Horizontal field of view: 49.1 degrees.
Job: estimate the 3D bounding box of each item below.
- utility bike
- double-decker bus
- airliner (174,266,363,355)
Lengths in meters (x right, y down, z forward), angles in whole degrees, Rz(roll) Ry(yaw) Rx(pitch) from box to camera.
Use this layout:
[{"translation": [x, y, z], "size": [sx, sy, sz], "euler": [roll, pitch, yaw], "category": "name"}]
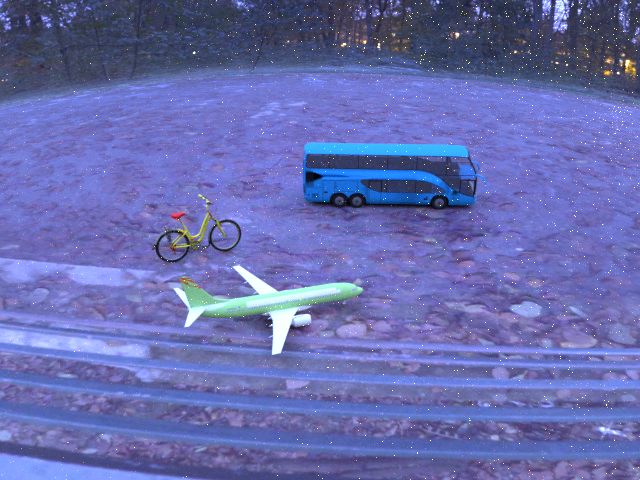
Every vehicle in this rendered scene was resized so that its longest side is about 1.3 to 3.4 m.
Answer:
[{"translation": [-1.930, -0.189, 10.859], "size": [1.435, 0.946, 0.535], "euler": [-12, 29, -22], "category": "utility bike"}, {"translation": [1.310, -1.176, 12.673], "size": [3.251, 1.052, 0.756], "euler": [1, 27, 3], "category": "double-decker bus"}, {"translation": [-0.603, 0.667, 9.307], "size": [2.541, 0.835, 2.257], "euler": [-9, 28, -16], "category": "airliner"}]
